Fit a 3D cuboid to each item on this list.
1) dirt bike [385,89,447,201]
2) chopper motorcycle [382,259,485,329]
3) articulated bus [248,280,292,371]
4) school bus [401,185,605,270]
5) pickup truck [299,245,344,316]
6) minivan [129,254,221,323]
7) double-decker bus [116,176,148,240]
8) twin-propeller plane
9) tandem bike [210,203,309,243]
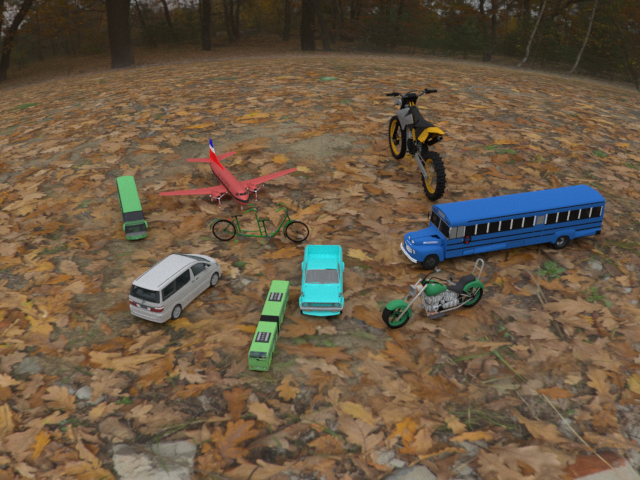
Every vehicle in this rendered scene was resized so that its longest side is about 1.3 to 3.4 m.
[{"bbox_3d":[1.831,-1.981,13.523,1.024,1.666,2.903,-7,30,-12],"label":"dirt bike"},{"bbox_3d":[1.575,0.729,9.566,1.563,0.761,0.466,-12,31,-20],"label":"chopper motorcycle"},{"bbox_3d":[-0.659,1.102,9.380,0.311,0.289,1.749,3,29,6],"label":"articulated bus"},{"bbox_3d":[2.923,-0.239,11.227,3.322,0.844,0.709,-8,30,-15],"label":"school bus"},{"bbox_3d":[0.036,0.513,10.215,0.640,0.511,1.603,1,29,1],"label":"pickup truck"},{"bbox_3d":[-2.038,0.571,10.002,0.681,0.616,1.548,13,32,22],"label":"minivan"},{"bbox_3d":[-3.272,-0.557,12.114,0.389,0.541,1.672,-9,30,-16],"label":"double-decker bus"},{"bbox_3d":[-1.737,-1.221,13.054,2.663,0.792,2.129,-13,32,-22],"label":"twin-propeller plane"},{"bbox_3d":[-0.996,-0.269,11.450,1.642,0.682,0.283,1,29,2],"label":"tandem bike"}]
